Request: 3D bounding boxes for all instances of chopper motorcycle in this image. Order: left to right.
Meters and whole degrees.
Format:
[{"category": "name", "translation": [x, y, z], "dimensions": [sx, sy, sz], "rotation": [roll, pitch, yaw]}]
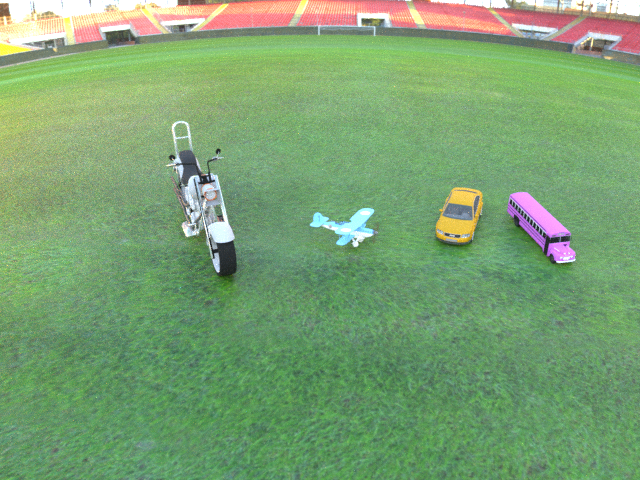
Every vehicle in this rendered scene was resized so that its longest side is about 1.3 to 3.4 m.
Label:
[{"category": "chopper motorcycle", "translation": [-1.842, -0.706, 10.899], "dimensions": [0.906, 1.480, 3.040], "rotation": [-11, 32, -18]}]

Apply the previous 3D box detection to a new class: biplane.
[{"category": "biplane", "translation": [0.402, -0.204, 11.005], "dimensions": [1.090, 0.504, 1.336], "rotation": [12, 32, 20]}]

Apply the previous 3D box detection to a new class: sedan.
[{"category": "sedan", "translation": [2.298, -0.454, 11.463], "dimensions": [0.635, 0.483, 1.613], "rotation": [10, 31, 16]}]

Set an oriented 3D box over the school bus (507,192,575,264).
[{"category": "school bus", "translation": [3.498, -0.202, 11.073], "dimensions": [0.365, 0.434, 1.708], "rotation": [-6, 30, -10]}]
